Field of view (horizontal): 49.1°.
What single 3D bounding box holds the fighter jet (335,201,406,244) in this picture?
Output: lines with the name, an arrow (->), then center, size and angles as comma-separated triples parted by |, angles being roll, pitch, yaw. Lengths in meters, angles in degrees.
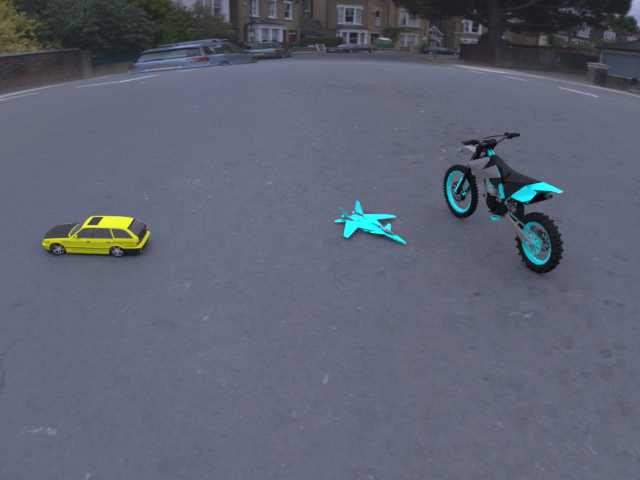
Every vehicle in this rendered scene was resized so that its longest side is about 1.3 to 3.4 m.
fighter jet -> 0.908, -0.256, 11.460 | 1.147, 0.286, 1.358 | -23, 35, -36

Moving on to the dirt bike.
dirt bike -> 2.769, -0.719, 10.859 | 1.024, 1.666, 2.903 | -12, 30, -21

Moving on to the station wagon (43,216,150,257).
station wagon -> -3.515, -0.093, 10.950 | 1.597, 0.473, 0.682 | 2, 28, 3
